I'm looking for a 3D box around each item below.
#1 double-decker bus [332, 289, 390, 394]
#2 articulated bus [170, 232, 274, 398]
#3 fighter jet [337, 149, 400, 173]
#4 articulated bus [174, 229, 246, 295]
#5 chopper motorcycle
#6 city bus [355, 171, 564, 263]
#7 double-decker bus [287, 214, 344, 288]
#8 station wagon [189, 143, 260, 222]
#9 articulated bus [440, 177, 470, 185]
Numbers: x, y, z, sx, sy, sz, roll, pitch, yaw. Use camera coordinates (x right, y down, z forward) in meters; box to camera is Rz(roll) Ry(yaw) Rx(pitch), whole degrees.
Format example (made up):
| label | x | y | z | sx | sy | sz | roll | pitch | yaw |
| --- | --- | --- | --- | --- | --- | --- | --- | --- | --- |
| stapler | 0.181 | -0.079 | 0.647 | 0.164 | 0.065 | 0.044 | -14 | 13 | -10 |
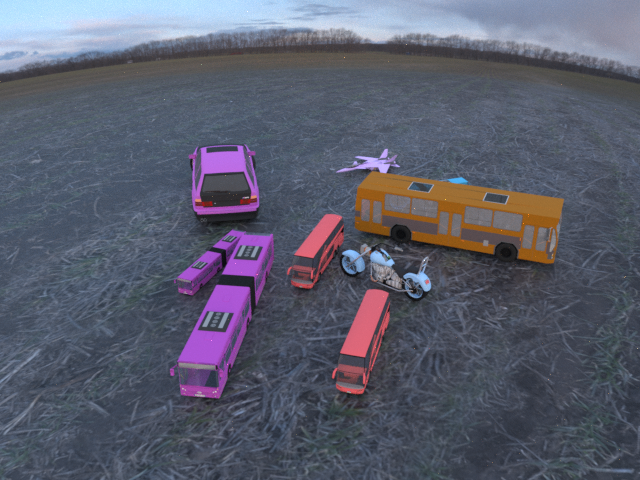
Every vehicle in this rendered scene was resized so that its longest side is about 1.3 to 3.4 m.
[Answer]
| label | x | y | z | sx | sy | sz | roll | pitch | yaw |
| --- | --- | --- | --- | --- | --- | --- | --- | --- | --- |
| double-decker bus | 0.554 | 1.253 | 8.742 | 0.389 | 0.541 | 1.672 | 7 | 28 | 14 |
| articulated bus | -1.180 | 0.864 | 9.473 | 0.605 | 0.561 | 3.401 | 3 | 28 | 7 |
| fighter jet | 0.940 | -1.599 | 14.541 | 1.358 | 0.286 | 1.147 | -13 | 30 | -23 |
| articulated bus | -1.641 | 0.316 | 10.831 | 0.311 | 0.289 | 1.749 | 11 | 29 | 19 |
| chopper motorcycle | 0.934 | 0.368 | 10.216 | 1.563 | 0.761 | 0.466 | 21 | 34 | 35 |
| city bus | 2.237 | -0.367 | 11.492 | 3.255 | 0.894 | 0.926 | 10 | 29 | 19 |
| double-decker bus | -0.027 | 0.170 | 10.839 | 0.389 | 0.541 | 1.672 | 9 | 29 | 17 |
| station wagon | -1.834 | -1.326 | 13.321 | 1.327 | 0.920 | 3.105 | -4 | 28 | -8 |
| articulated bus | 1.981 | -0.915 | 13.213 | 1.749 | 0.289 | 0.311 | -9 | 29 | -17 |
